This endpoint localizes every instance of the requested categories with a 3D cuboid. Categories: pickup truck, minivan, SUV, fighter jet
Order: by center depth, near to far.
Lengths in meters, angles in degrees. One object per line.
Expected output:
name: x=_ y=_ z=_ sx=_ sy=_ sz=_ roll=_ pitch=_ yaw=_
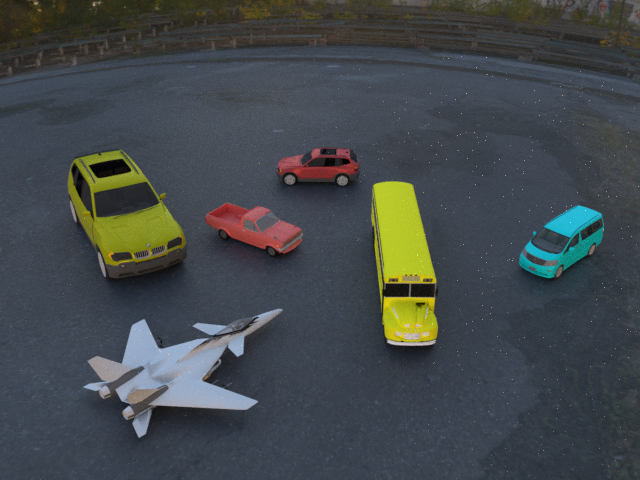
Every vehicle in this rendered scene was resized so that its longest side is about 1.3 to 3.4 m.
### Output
fighter jet: x=-1.414 y=1.258 z=8.473 sx=2.229 sy=0.557 sz=2.640 roll=26 pitch=39 yaw=37
minivan: x=3.658 y=0.018 z=10.558 sx=1.548 sy=0.616 sz=0.681 roll=-25 pitch=38 yaw=-36
SUV: x=-3.111 y=-0.504 z=10.949 sx=1.276 sy=1.128 sz=3.058 roll=-16 pitch=33 yaw=-25
pickup truck: x=-1.056 y=-0.238 z=11.106 sx=1.603 sy=0.511 sz=0.640 roll=18 pitch=35 yaw=29
SUV: x=-0.031 y=-1.393 z=13.035 sx=1.572 sy=0.580 sz=0.656 roll=1 pitch=30 yaw=2

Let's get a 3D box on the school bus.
school bus: x=1.152 y=0.243 z=9.940 sx=0.709 sy=0.844 sz=3.322 roll=0 pitch=30 yaw=0
